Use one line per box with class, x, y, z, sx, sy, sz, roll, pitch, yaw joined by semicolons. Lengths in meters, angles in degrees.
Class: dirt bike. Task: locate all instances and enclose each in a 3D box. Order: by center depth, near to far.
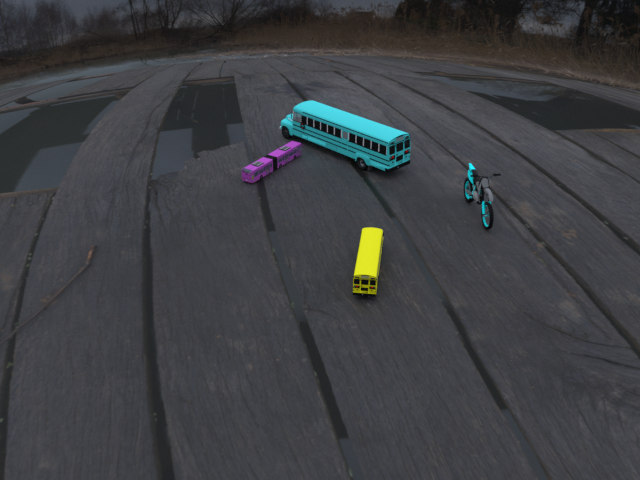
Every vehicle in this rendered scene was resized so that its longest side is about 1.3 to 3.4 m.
dirt bike;2.790;-0.828;12.228;0.527;0.857;1.493;-3;30;-6

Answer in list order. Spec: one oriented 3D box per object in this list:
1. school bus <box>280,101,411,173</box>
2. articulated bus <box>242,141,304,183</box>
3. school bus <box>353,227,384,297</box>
school bus;0.419;-2.230;14.674;0.709;0.844;3.322;-26;39;-37
articulated bus;-0.943;-1.585;14.111;0.311;0.289;1.749;18;34;28
school bus;0.757;0.269;10.749;0.365;0.434;1.708;4;30;7
